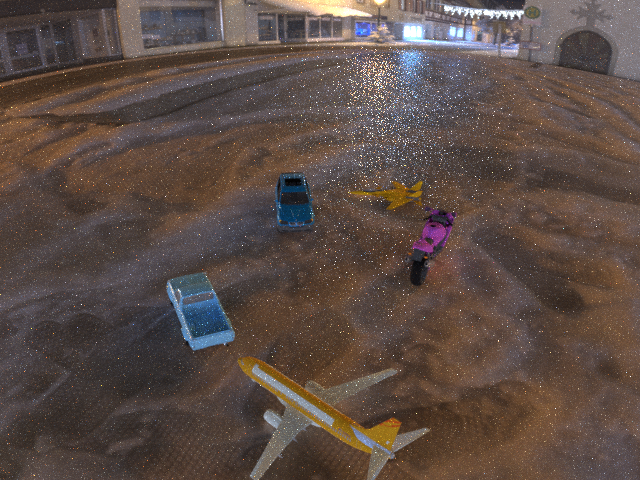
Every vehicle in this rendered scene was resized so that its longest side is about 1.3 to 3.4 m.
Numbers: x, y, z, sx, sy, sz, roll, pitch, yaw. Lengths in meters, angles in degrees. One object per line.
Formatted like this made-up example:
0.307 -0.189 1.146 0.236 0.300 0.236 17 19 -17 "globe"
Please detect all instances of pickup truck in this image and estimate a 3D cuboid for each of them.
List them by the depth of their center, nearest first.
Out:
-1.639 0.903 9.458 0.640 0.511 1.603 -12 32 -19 "pickup truck"

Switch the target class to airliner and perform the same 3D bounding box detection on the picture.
-0.092 1.710 7.766 2.541 0.835 2.257 26 39 37 "airliner"

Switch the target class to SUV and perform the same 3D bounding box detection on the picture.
-0.450 -0.670 12.062 0.656 0.580 1.572 -2 31 -4 "SUV"

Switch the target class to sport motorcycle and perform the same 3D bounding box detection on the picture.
1.675 0.065 10.576 0.506 0.821 1.520 14 33 22 "sport motorcycle"

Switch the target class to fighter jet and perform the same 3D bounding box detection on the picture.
1.194 -0.894 12.733 1.358 0.286 1.147 5 31 8 "fighter jet"
